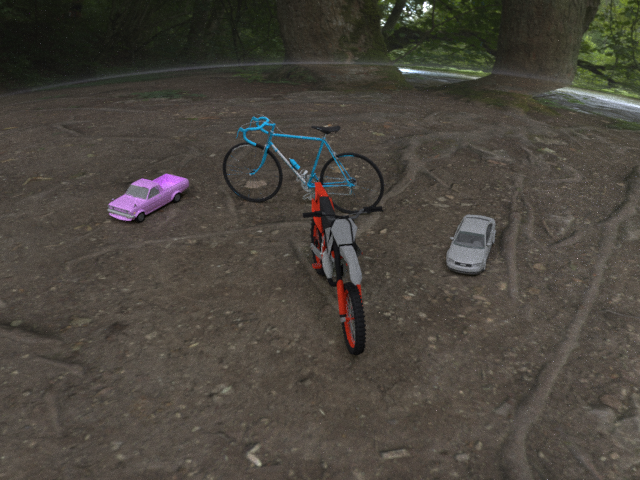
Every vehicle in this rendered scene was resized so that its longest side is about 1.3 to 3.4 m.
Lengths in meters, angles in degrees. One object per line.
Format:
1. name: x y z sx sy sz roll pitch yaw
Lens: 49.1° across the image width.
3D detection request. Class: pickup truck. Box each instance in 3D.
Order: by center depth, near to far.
1. pickup truck: -3.070 -0.826 12.613 0.640 0.511 1.603 15 31 26

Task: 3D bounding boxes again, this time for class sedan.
1. sedan: 2.404 0.008 11.061 0.635 0.483 1.613 10 29 18

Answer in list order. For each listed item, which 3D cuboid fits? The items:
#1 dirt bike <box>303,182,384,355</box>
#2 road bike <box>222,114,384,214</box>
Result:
1. dirt bike: 0.224 0.200 9.428 1.024 1.666 2.903 -5 28 -10
2. road bike: -0.336 -1.315 12.312 3.004 1.656 0.696 8 29 14
